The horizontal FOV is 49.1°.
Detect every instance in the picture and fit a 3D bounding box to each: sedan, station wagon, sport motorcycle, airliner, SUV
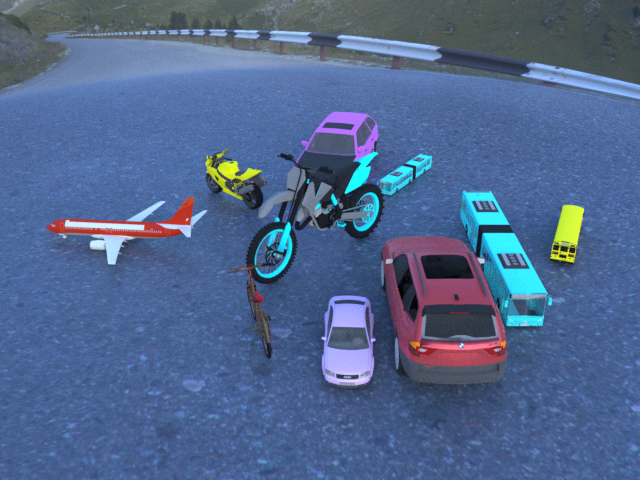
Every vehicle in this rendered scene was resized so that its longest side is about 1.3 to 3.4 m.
[{"bbox_3d":[0.345,1.145,8.427,0.635,0.483,1.613,1,27,3],"label":"sedan"},{"bbox_3d":[0.340,-1.782,13.722,1.327,0.920,3.105,7,28,13],"label":"station wagon"},{"bbox_3d":[-1.541,-1.081,12.447,1.520,0.821,0.506,23,35,38],"label":"sport motorcycle"},{"bbox_3d":[-3.126,-0.341,10.972,2.541,0.835,2.257,3,27,7],"label":"airliner"},{"bbox_3d":[1.477,0.623,8.745,1.276,1.128,3.058,0,27,0],"label":"SUV"}]

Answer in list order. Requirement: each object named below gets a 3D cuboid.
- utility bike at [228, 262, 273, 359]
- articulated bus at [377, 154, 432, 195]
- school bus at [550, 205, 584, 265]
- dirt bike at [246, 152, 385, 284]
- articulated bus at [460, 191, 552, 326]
[{"bbox_3d":[-0.813,0.803,8.591,0.535,0.946,1.435,-7,28,-13],"label":"utility bike"},{"bbox_3d":[1.653,-1.270,13.410,0.311,0.289,1.749,17,31,29],"label":"articulated bus"},{"bbox_3d":[3.904,-0.132,11.003,0.365,0.434,1.708,11,29,20],"label":"school bus"},{"bbox_3d":[0.024,-0.465,10.297,1.024,1.666,2.903,23,35,38],"label":"dirt bike"},{"bbox_3d":[2.610,0.147,10.311,0.605,0.561,3.401,0,27,0],"label":"articulated bus"}]
